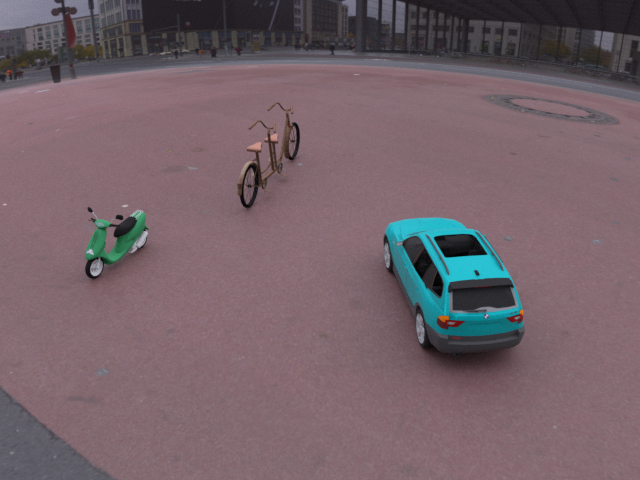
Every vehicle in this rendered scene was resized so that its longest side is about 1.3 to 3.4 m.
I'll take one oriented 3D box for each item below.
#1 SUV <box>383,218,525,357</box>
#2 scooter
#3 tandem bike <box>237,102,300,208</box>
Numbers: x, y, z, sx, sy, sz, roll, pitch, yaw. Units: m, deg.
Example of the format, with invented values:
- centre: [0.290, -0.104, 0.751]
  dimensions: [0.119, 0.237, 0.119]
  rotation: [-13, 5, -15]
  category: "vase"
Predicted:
- centre: [1.718, 0.368, 9.414]
  dimensions: [1.276, 1.128, 3.058]
  rotation: [-4, 28, -7]
  category: "SUV"
- centre: [-3.050, -0.082, 10.481]
  dimensions: [0.662, 0.919, 1.399]
  rotation: [13, 31, 23]
  category: "scooter"
- centre: [-0.911, -1.699, 13.083]
  dimensions: [0.550, 1.326, 3.192]
  rotation: [8, 29, 15]
  category: "tandem bike"
